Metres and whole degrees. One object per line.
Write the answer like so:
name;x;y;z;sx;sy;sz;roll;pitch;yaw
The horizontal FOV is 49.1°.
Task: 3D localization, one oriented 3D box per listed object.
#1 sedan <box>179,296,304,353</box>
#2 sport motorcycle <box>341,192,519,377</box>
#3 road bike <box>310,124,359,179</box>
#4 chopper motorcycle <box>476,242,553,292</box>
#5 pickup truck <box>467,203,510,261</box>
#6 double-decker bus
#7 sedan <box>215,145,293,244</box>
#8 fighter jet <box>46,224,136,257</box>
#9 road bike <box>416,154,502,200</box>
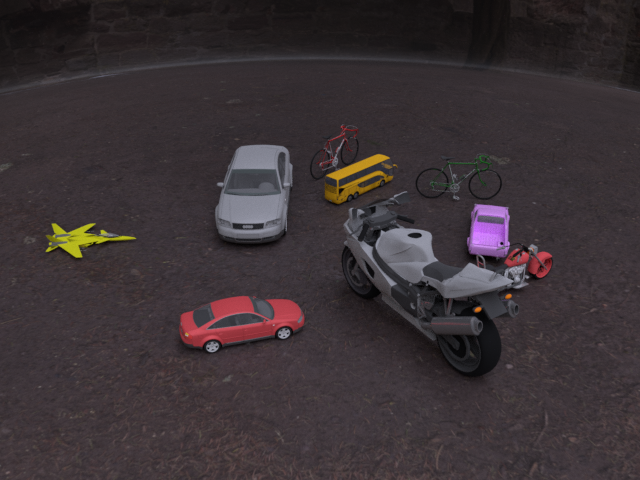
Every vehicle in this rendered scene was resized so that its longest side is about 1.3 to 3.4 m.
sedan;-0.995;1.009;9.004;1.613;0.483;0.635;-8;29;-15
sport motorcycle;1.194;0.486;8.801;0.983;1.596;2.955;-18;33;-30
road bike;0.302;-1.743;13.726;0.358;0.852;1.545;21;35;34
chopper motorcycle;2.744;0.365;9.908;1.563;0.761;0.466;-17;33;-28
pickup truck;2.714;-0.193;11.207;0.640;0.511;1.603;7;29;12
double-decker bus;0.760;-1.149;12.950;0.389;0.541;1.672;24;37;38
sedan;-1.111;-0.963;12.186;1.235;0.940;3.137;0;28;0
fighter jet;-3.647;-0.071;11.217;1.358;0.286;1.147;-3;28;-5
road bike;2.503;-1.127;12.582;1.545;0.852;0.358;2;28;3
